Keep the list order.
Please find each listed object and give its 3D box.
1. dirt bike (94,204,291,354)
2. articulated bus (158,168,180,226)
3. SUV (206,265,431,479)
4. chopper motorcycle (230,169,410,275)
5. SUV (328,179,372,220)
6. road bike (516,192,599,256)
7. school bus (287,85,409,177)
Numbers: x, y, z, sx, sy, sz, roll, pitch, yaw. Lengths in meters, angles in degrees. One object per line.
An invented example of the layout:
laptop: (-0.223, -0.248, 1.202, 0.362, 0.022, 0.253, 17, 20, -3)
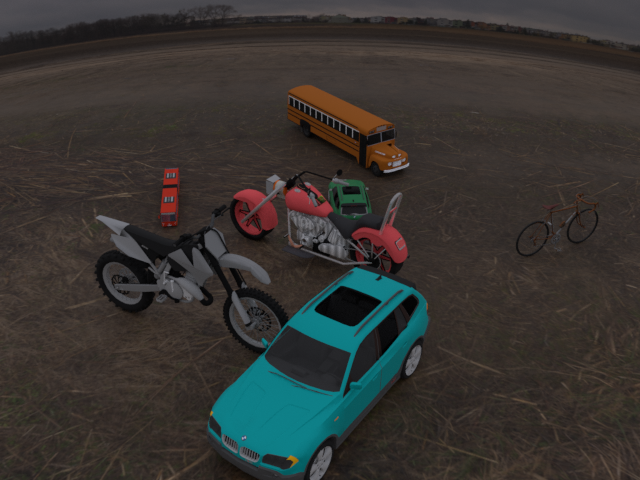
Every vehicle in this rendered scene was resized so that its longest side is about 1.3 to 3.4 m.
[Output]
dirt bike: (-1.653, 0.436, 8.612, 2.903, 1.666, 1.024, 14, 33, 22)
articulated bus: (-2.554, -0.758, 11.968, 0.311, 0.289, 1.749, -4, 31, -7)
SUV: (0.091, 1.322, 7.649, 1.276, 1.128, 3.058, 20, 36, 30)
chopper motorcycle: (-0.102, -0.365, 10.141, 3.040, 1.480, 0.906, 20, 36, 29)
SUV: (0.490, -0.654, 11.507, 0.656, 0.580, 1.572, -2, 31, -3)
road bike: (3.599, -0.224, 10.519, 1.545, 0.852, 0.358, -13, 33, -20)
school bus: (0.506, -2.215, 13.874, 0.709, 0.844, 3.322, -19, 36, -29)
